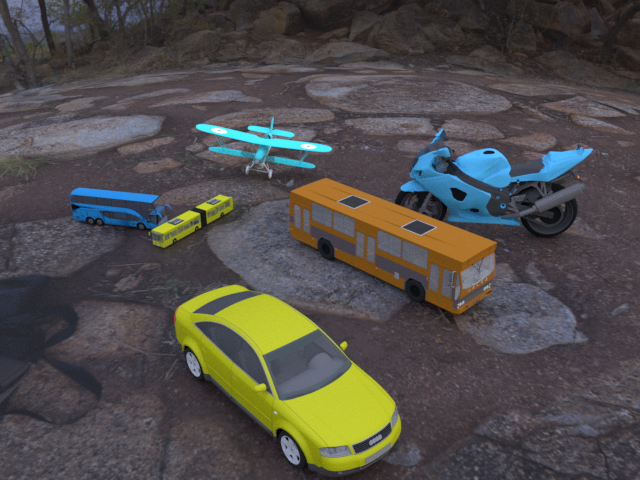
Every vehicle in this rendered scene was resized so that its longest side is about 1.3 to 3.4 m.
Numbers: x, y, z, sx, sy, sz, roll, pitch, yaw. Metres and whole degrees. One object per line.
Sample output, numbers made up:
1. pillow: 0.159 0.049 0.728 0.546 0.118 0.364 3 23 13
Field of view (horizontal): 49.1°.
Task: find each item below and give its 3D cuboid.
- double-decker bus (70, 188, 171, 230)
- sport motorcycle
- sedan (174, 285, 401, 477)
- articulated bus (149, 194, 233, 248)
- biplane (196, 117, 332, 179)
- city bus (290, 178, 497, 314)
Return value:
1. double-decker bus: -3.327 -0.515 11.663 1.672 0.541 0.389 6 28 12
2. sport motorcycle: 2.685 -0.829 11.119 2.955 1.596 0.983 3 27 5
3. sedan: -0.449 1.321 7.633 1.235 0.940 3.137 -21 34 -35
4. articulated bus: -2.086 -0.337 11.593 0.311 0.289 1.749 16 31 29
5. biplane: -1.044 -1.846 13.786 2.598 0.981 2.120 2 27 4
6. city bus: 0.938 0.031 10.206 0.926 0.894 3.255 -24 36 -39
